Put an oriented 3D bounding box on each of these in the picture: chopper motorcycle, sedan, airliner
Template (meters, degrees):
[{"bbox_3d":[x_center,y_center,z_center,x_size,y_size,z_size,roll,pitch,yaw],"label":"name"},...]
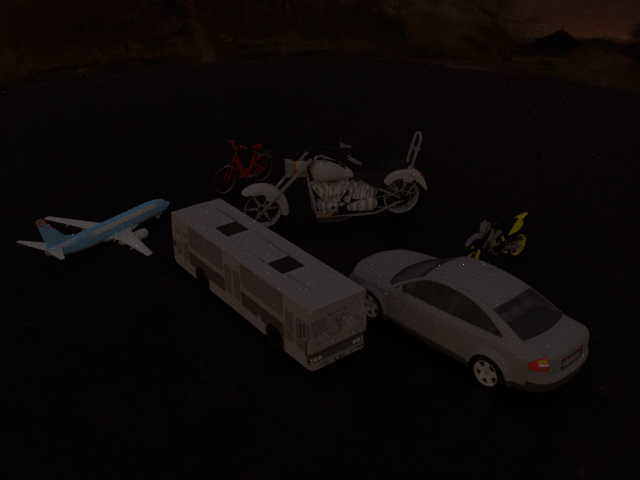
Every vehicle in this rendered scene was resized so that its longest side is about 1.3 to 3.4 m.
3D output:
[{"bbox_3d":[0.214,-0.916,11.009,3.040,1.480,0.906,-5,28,-9],"label":"chopper motorcycle"},{"bbox_3d":[1.647,0.734,8.387,1.235,0.940,3.137,-22,34,-36],"label":"sedan"},{"bbox_3d":[-3.205,-0.348,10.610,2.257,0.835,2.541,16,31,29],"label":"airliner"}]

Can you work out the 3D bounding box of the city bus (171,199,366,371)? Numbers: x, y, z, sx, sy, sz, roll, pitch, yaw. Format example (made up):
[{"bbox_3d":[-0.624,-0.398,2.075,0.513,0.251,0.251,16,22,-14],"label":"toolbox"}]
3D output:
[{"bbox_3d":[-0.772,0.475,8.942,0.926,0.894,3.255,-20,33,-33],"label":"city bus"}]

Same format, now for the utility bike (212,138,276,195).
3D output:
[{"bbox_3d":[-1.302,-1.337,12.413,1.435,0.946,0.535,-24,35,-38],"label":"utility bike"}]

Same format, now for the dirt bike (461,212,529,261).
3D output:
[{"bbox_3d":[2.468,0.033,9.843,1.493,0.857,0.527,-19,33,-32],"label":"dirt bike"}]
